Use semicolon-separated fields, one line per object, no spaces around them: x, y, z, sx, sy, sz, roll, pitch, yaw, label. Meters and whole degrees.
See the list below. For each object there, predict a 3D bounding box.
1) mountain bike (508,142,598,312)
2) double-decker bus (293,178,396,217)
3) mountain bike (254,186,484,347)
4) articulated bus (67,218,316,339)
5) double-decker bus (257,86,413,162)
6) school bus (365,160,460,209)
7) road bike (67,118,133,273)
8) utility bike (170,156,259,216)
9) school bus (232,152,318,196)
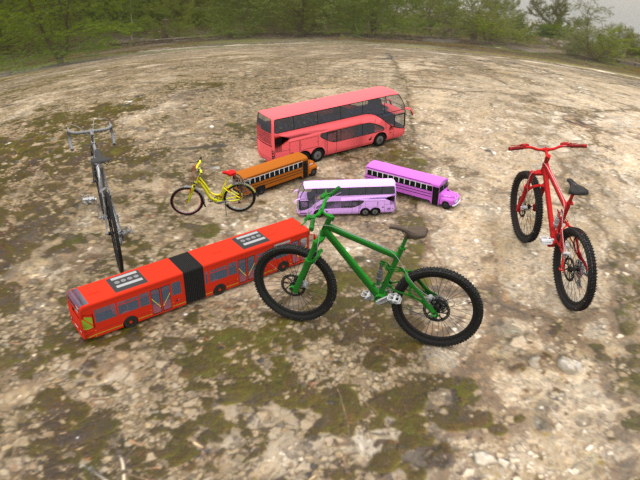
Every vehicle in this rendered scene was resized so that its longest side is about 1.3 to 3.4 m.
3.191;-0.324;9.636;1.114;1.688;2.857;-3;30;-5;mountain bike
0.403;-0.696;11.442;1.672;0.541;0.389;-2;30;-4;double-decker bus
0.535;0.406;8.359;2.857;1.688;1.114;9;31;15;mountain bike
-1.614;0.451;9.414;3.401;0.561;0.605;-19;35;-30;articulated bus
0.317;-2.250;13.646;3.251;1.052;0.756;-17;34;-28;double-decker bus
1.589;-0.959;12.011;1.708;0.434;0.365;18;34;29;school bus
-3.221;-0.743;10.402;0.697;1.656;3.004;-11;32;-19;road bike
-1.698;-0.814;11.240;1.435;0.946;0.535;-5;30;-8;utility bike
-0.757;-1.194;12.421;1.708;0.434;0.365;-23;37;-34;school bus
